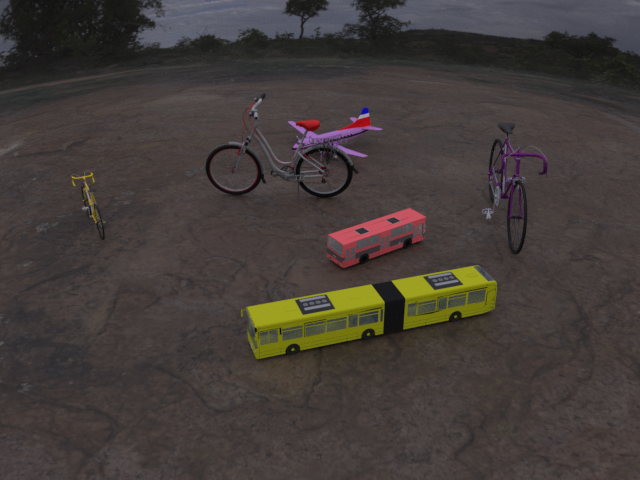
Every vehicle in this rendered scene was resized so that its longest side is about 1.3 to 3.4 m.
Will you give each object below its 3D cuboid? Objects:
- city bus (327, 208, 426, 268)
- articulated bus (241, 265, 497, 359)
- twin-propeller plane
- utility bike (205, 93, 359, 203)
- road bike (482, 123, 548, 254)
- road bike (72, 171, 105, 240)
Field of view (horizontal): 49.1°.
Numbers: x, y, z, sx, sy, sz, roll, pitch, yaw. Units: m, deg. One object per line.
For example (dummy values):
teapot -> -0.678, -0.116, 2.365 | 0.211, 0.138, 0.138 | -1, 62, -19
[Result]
city bus -> 0.908, -0.025, 11.043 | 1.674, 0.460, 0.476 | -18, 33, -30
articulated bus -> 0.701, 0.915, 9.195 | 3.401, 0.561, 0.605 | -9, 30, -16
twin-propeller plane -> 0.263, -2.257, 14.829 | 2.129, 0.792, 2.663 | -19, 34, -32
utility bike -> -0.700, -1.546, 12.409 | 2.791, 1.839, 1.039 | 2, 28, 3
road bike -> 3.110, -1.009, 11.608 | 0.696, 1.656, 3.004 | 1, 28, 2
road bike -> -3.823, -0.604, 11.703 | 0.358, 0.852, 1.545 | -14, 32, -25
